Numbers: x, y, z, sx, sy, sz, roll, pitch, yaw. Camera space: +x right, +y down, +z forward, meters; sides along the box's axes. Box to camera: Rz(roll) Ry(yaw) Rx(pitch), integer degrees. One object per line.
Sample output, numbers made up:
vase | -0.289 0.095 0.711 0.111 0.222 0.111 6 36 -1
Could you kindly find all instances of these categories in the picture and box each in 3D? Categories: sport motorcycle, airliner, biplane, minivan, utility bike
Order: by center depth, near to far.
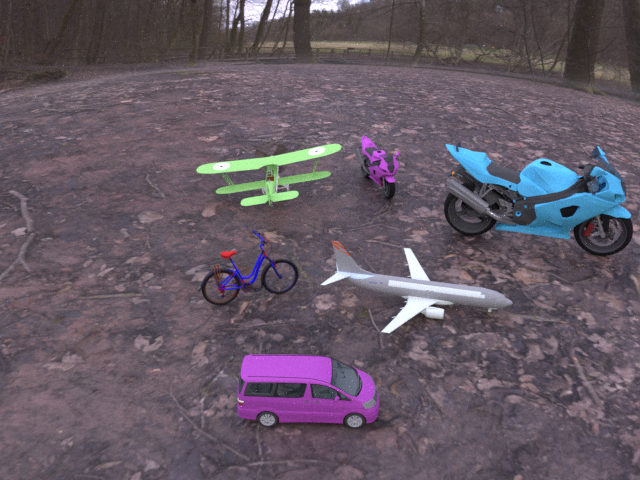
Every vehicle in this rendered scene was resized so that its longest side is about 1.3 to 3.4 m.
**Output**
minivan | -0.123 1.624 7.657 1.548 0.616 0.681 1 28 1
airliner | 1.351 0.508 9.544 2.541 0.835 2.257 6 28 12
utility bike | -1.001 0.383 9.663 1.435 0.946 0.535 -9 29 -17
sport motorcycle | 3.372 -0.651 10.930 2.955 1.596 0.983 10 29 18
biplane | -0.906 -1.063 12.373 2.598 0.981 2.120 -1 28 -2
sport motorcycle | 1.087 -1.381 13.151 0.506 0.821 1.520 -9 29 -16
